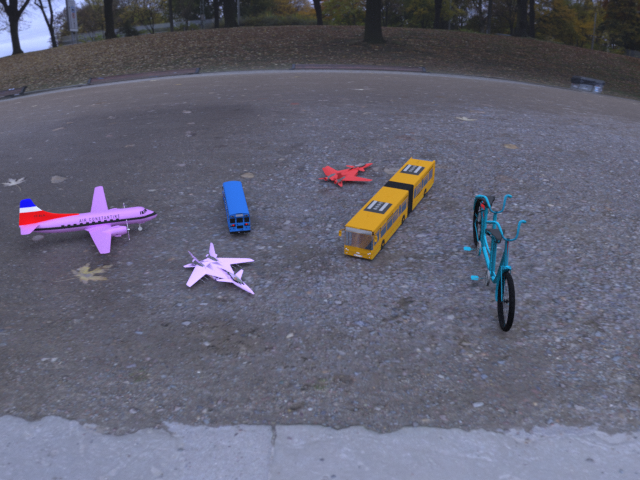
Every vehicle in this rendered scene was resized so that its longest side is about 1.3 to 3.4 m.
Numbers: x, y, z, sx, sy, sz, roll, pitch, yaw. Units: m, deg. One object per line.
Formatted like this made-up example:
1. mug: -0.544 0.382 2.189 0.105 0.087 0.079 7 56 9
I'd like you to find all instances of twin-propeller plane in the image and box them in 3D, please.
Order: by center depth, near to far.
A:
1. twin-propeller plane: -3.717 -0.404 11.272 2.129 0.792 2.663 -8 28 -16

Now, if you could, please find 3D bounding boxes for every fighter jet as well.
1. fighter jet: -1.375 0.446 10.157 1.147 0.286 1.358 -22 34 -37
2. fighter jet: 0.626 -1.410 13.809 1.147 0.286 1.358 22 34 36

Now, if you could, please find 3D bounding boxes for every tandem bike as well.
1. tandem bike: 2.445 0.000 9.888 0.550 1.326 3.192 1 27 3

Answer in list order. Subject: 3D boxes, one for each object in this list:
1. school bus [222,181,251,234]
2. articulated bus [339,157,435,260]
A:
1. school bus: -1.458 -0.606 12.065 0.365 0.434 1.708 -5 27 -10
2. articulated bus: 1.260 -0.631 11.973 0.605 0.561 3.401 12 29 22
